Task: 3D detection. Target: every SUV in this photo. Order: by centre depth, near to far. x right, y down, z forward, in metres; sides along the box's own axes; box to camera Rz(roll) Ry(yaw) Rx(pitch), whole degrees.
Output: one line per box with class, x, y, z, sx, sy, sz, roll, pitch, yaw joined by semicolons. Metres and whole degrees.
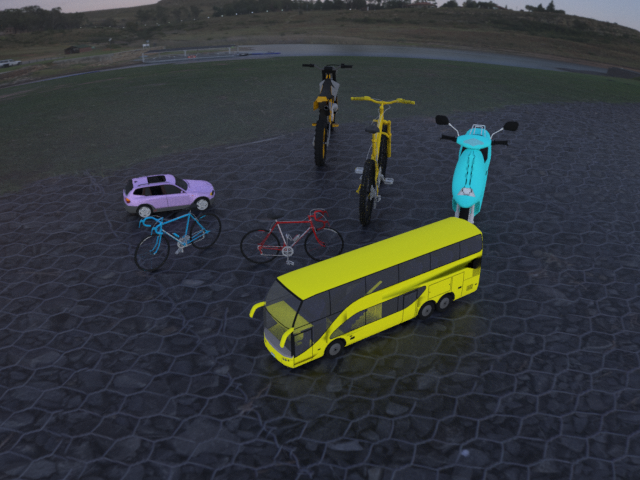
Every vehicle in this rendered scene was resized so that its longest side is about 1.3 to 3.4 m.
SUV;-2.600;-0.819;12.062;1.572;0.580;0.656;-8;30;-15

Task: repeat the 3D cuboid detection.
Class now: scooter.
scooter;2.529;-1.263;11.618;1.288;1.786;2.721;7;30;13

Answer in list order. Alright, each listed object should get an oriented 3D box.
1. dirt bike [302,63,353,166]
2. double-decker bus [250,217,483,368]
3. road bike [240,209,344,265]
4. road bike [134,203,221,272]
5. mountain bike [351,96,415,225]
dirt bike;0.116;-2.706;14.365;1.024;1.666;2.903;3;29;6
double-decker bus;0.707;0.630;8.941;3.251;1.052;0.756;-18;34;-29
road bike;-0.413;-0.028;10.343;1.545;0.852;0.358;-2;29;-3
road bike;-2.105;-0.086;10.449;1.545;0.852;0.358;-25;37;-38
mountain bike;0.974;-1.461;12.080;1.114;1.688;2.857;6;29;11
